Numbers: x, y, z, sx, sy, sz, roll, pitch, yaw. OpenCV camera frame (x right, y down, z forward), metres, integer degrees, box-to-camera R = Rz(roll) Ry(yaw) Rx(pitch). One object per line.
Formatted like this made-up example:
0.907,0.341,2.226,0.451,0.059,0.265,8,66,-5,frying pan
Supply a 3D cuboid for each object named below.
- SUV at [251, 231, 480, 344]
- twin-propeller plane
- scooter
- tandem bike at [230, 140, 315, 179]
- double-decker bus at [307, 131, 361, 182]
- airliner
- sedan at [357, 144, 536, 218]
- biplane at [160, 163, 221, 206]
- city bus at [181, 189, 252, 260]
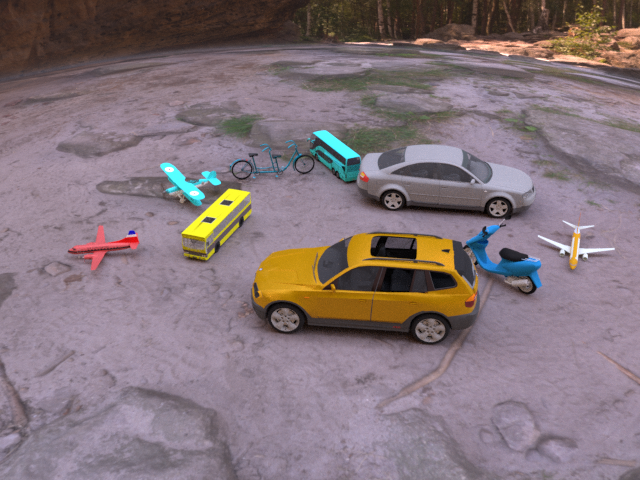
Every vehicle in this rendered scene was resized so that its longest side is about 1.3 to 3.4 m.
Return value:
0.603,0.527,9.387,3.058,1.128,1.276,4,31,6,SUV
-3.371,0.068,10.885,1.095,0.407,1.370,-5,31,-9,twin-propeller plane
2.648,0.182,10.184,0.662,0.919,1.399,-23,37,-34,scooter
-0.907,-1.515,13.320,1.642,0.682,0.283,-6,31,-10,tandem bike
0.271,-1.677,13.738,0.389,0.541,1.672,-14,33,-22,double-decker bus
4.006,0.024,10.940,1.161,0.429,1.307,11,32,18,airliner
2.228,-1.126,12.401,3.137,0.940,1.235,5,31,8,sedan
-2.320,-0.976,12.575,1.090,0.504,1.336,-22,37,-32,biplane
-1.651,-0.263,11.400,0.476,0.460,1.674,10,32,17,city bus
